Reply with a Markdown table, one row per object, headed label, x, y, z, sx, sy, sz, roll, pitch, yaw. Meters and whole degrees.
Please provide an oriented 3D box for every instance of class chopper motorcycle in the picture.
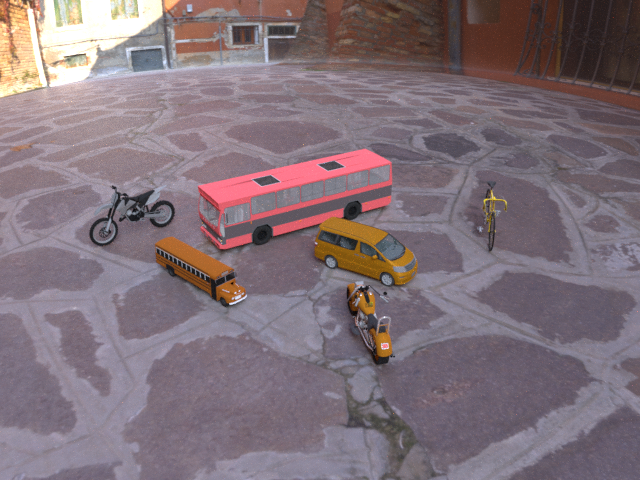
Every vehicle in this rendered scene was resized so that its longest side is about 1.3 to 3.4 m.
| label | x | y | z | sx | sy | sz | roll | pitch | yaw |
| --- | --- | --- | --- | --- | --- | --- | --- | --- | --- |
| chopper motorcycle | 0.588 | 0.888 | 8.700 | 0.466 | 0.761 | 1.563 | -6 | 28 | -11 |

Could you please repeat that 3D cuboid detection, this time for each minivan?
| label | x | y | z | sx | sy | sz | roll | pitch | yaw |
| --- | --- | --- | --- | --- | --- | --- | --- | --- | --- |
| minivan | 0.681 | 0.151 | 10.272 | 1.548 | 0.616 | 0.681 | 17 | 32 | 29 |

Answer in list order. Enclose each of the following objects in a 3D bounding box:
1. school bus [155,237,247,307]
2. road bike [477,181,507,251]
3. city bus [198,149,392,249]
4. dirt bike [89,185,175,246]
| label | x | y | z | sx | sy | sz | roll | pitch | yaw |
| --- | --- | --- | --- | --- | --- | --- | --- | --- | --- |
| school bus | -1.701 | 0.434 | 9.926 | 1.708 | 0.434 | 0.365 | 24 | 36 | 38 |
| road bike | 2.722 | -0.455 | 11.182 | 0.358 | 0.852 | 1.545 | 4 | 28 | 7 |
| city bus | -0.347 | -0.691 | 11.589 | 3.255 | 0.894 | 0.926 | -16 | 31 | -28 |
| dirt bike | -2.991 | -0.448 | 11.161 | 1.493 | 0.857 | 0.527 | -22 | 35 | -36 |
